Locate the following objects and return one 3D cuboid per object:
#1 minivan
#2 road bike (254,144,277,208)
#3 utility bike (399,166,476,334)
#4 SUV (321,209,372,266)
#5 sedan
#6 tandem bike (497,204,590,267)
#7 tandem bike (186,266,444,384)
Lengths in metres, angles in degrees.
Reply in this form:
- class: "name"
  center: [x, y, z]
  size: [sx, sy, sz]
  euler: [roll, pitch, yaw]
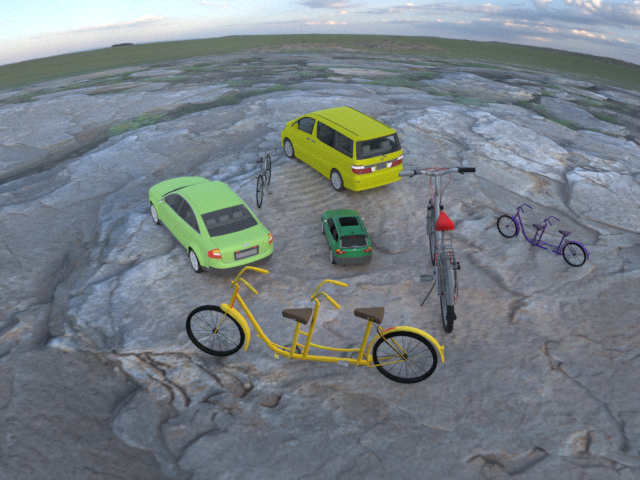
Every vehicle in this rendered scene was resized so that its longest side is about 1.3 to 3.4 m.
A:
- class: "minivan"
  center: [0.338, -1.935, 13.660]
  size: [1.324, 1.197, 3.011]
  euler: [-17, 34, -27]
- class: "road bike"
  center: [-1.020, -1.200, 12.715]
  size: [0.358, 0.852, 1.545]
  euler: [3, 30, 5]
- class: "utility bike"
  center: [1.578, -0.025, 9.642]
  size: [1.039, 1.839, 2.791]
  euler: [1, 30, 2]
- class: "SUV"
  center: [0.415, -0.139, 11.117]
  size: [0.656, 0.580, 1.572]
  euler: [-4, 30, -7]
- class: "sedan"
  center: [-1.849, -0.438, 11.281]
  size: [1.235, 0.940, 3.137]
  euler: [-17, 34, -27]
- class: "tandem bike"
  center: [3.475, -0.112, 10.968]
  size: [0.283, 0.682, 1.642]
  euler: [-24, 38, -36]
- class: "tandem bike"
  center: [-0.116, 1.026, 8.309]
  size: [3.192, 1.326, 0.550]
  euler: [6, 30, 11]
